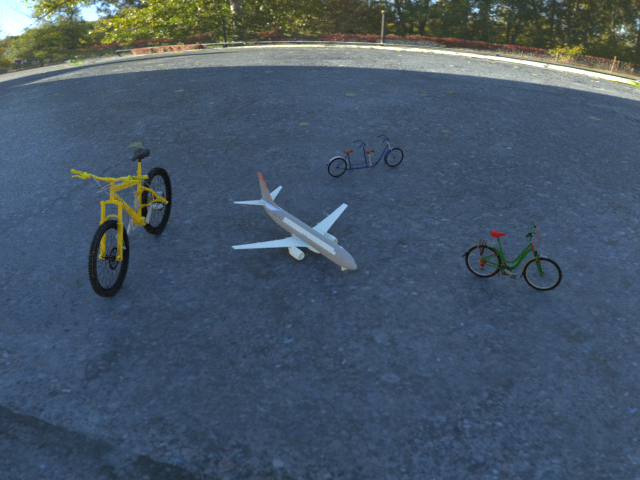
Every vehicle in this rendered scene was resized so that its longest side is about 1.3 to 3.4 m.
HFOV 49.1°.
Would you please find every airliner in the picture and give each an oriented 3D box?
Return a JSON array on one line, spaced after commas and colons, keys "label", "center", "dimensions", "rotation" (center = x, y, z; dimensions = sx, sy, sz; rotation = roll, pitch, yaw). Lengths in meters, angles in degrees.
[{"label": "airliner", "center": [-0.263, -0.288, 10.966], "dimensions": [2.257, 0.835, 2.541], "rotation": [-22, 37, -33]}]

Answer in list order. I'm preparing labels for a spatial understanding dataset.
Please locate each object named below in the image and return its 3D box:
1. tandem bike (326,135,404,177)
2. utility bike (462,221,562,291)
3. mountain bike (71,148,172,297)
[{"label": "tandem bike", "center": [0.870, -1.604, 13.346], "dimensions": [1.642, 0.682, 0.283], "rotation": [-12, 33, -19]}, {"label": "utility bike", "center": [2.773, 0.190, 10.047], "dimensions": [1.435, 0.946, 0.535], "rotation": [13, 33, 21]}, {"label": "mountain bike", "center": [-2.791, -0.443, 10.390], "dimensions": [1.114, 1.688, 2.857], "rotation": [5, 31, 9]}]
